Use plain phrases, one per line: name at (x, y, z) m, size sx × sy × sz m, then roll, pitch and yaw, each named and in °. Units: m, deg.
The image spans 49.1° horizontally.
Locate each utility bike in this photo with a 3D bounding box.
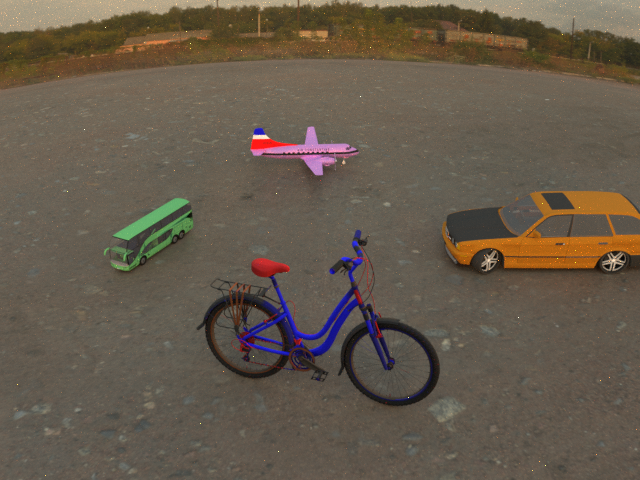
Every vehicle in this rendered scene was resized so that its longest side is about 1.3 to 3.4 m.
utility bike at (-0.050, 0.808, 7.595) m, size 2.791 × 1.839 × 1.039 m, roll 8°, pitch 29°, yaw 15°

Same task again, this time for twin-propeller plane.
twin-propeller plane at (-0.288, -1.828, 13.674) m, size 2.129 × 0.792 × 2.663 m, roll -2°, pitch 28°, yaw -3°

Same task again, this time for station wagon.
station wagon at (3.397, -0.178, 10.431) m, size 3.105 × 0.920 × 1.327 m, roll 0°, pitch 28°, yaw 0°

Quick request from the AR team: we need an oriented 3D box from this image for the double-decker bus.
double-decker bus at (-2.560, -0.088, 10.664) m, size 0.389 × 0.541 × 1.672 m, roll 14°, pitch 31°, yaw 24°
